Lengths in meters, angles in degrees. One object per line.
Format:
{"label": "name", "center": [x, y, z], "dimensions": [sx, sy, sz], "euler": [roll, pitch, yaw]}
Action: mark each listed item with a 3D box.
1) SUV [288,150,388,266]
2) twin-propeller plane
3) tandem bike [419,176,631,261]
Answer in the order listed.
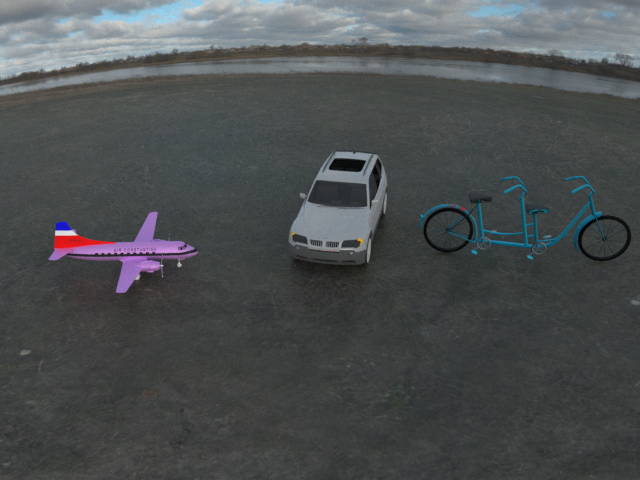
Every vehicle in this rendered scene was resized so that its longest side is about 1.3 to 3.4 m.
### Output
{"label": "SUV", "center": [0.372, -0.608, 11.479], "dimensions": [1.276, 1.128, 3.058], "euler": [5, 27, 11]}
{"label": "twin-propeller plane", "center": [-2.902, 0.072, 10.471], "dimensions": [2.129, 0.792, 2.663], "euler": [-1, 26, -2]}
{"label": "tandem bike", "center": [3.133, -0.335, 10.695], "dimensions": [3.192, 1.326, 0.550], "euler": [3, 26, 7]}
